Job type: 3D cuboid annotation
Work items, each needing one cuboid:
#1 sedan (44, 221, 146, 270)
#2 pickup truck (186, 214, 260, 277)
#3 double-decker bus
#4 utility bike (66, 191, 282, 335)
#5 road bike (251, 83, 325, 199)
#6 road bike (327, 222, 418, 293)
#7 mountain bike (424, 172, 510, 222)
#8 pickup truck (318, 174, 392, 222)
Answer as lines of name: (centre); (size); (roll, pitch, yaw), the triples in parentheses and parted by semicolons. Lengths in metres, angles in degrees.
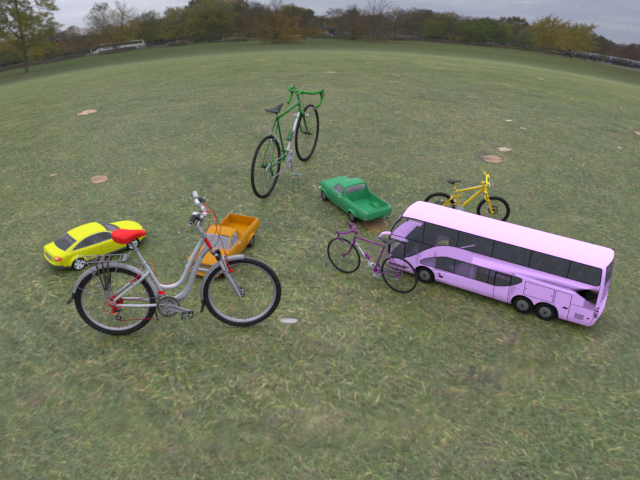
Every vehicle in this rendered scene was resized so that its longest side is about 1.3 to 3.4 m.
sedan: (-3.546, -0.005, 11.091); (1.613, 0.483, 0.635); (-24, 38, -36)
pickup truck: (-1.506, 0.019, 11.021); (0.640, 0.511, 1.603); (9, 31, 16)
double-decker bus: (2.437, 0.269, 10.036); (3.251, 1.052, 0.756); (17, 34, 27)
utility bike: (-1.912, 0.349, 9.101); (2.791, 1.839, 1.039); (-3, 30, -6)
road bike: (-0.615, -1.960, 13.335); (0.697, 1.656, 3.004); (12, 32, 20)
road bike: (0.747, 0.257, 10.260); (1.545, 0.852, 0.358); (19, 35, 30)
mountain bike: (2.485, -0.658, 11.848); (1.469, 0.868, 0.573); (5, 30, 8)
pickup truck: (0.603, -0.779, 12.421); (0.640, 0.511, 1.603); (-16, 33, -26)
